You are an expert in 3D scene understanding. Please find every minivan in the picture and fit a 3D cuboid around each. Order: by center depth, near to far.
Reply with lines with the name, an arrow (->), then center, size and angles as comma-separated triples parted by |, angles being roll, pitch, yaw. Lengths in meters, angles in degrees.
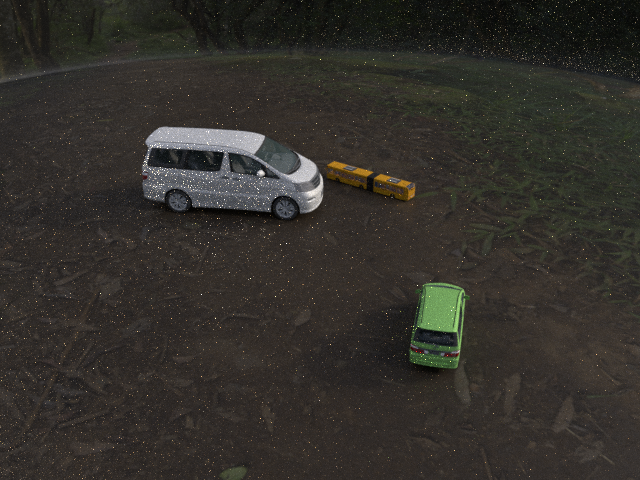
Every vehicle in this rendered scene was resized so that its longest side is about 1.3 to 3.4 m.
minivan -> 1.476, 0.933, 8.639 | 0.681, 0.616, 1.548 | 6, 30, 11
minivan -> -1.450, -1.179, 11.852 | 3.011, 1.197, 1.324 | 4, 29, 7

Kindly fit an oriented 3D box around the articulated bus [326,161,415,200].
articulated bus -> 0.883, -1.069, 12.591 | 1.749, 0.289, 0.311 | 19, 34, 31
